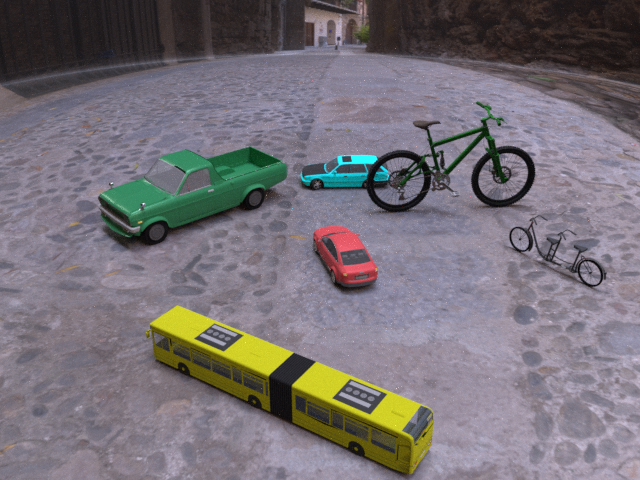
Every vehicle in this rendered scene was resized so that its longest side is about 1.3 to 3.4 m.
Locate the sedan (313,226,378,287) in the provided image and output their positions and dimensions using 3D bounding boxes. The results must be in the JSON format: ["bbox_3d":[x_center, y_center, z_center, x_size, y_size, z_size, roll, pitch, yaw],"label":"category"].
[{"bbox_3d":[0.339,0.146,10.095,0.635,0.483,1.613,-8,29,-15],"label":"sedan"}]

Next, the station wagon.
[{"bbox_3d":[0.446,-1.254,12.695,1.597,0.473,0.682,-1,28,-2],"label":"station wagon"}]

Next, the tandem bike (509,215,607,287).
[{"bbox_3d":[3.360,0.107,9.959,0.283,0.682,1.642,-20,34,-32],"label":"tandem bike"}]

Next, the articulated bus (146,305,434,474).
[{"bbox_3d":[-0.439,1.506,7.498,3.401,0.561,0.605,17,33,28],"label":"articulated bus"}]

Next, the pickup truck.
[{"bbox_3d":[-2.040,-0.926,11.542,3.117,0.993,1.244,-23,36,-36],"label":"pickup truck"}]

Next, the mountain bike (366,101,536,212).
[{"bbox_3d":[2.176,-1.268,11.444,2.857,1.688,1.114,-3,29,-5],"label":"mountain bike"}]
